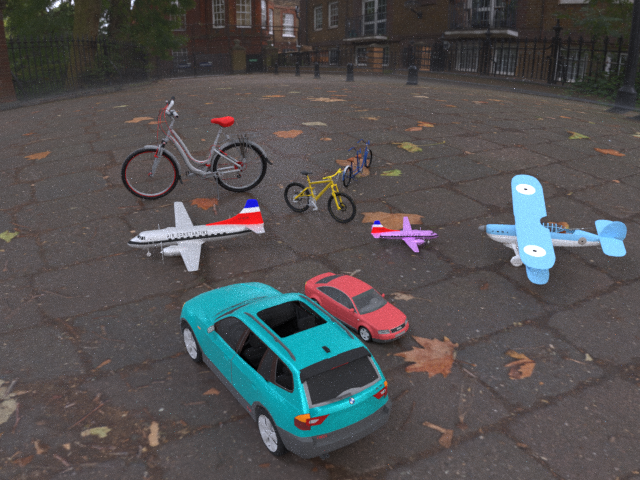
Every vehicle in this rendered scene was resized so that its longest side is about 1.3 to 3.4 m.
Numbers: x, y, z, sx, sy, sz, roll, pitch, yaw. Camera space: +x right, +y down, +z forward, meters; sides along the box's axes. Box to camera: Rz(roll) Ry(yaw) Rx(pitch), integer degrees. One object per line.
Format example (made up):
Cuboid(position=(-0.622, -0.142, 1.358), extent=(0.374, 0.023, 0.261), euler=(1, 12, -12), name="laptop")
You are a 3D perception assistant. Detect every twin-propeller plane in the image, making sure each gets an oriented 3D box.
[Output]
Cuboid(position=(-1.930, -0.185, 10.937), extent=(2.129, 0.792, 2.663), euler=(-6, 26, -13), name="twin-propeller plane")
Cuboid(position=(1.370, -0.131, 11.276), extent=(1.095, 0.407, 1.370), euler=(0, 25, -1), name="twin-propeller plane")

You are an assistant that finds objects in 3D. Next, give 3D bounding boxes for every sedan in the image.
Cuboid(position=(0.463, 0.819, 9.155), extent=(0.635, 0.483, 1.613), euler=(-20, 32, -37), name="sedan")

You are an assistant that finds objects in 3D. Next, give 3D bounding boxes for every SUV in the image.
Cuboid(position=(-0.495, 1.150, 7.686), extent=(1.276, 1.128, 3.058), euler=(-15, 29, -30), name="SUV")

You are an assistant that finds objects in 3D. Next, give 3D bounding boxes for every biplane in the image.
Cuboid(position=(3.439, -0.057, 10.441), extent=(2.120, 0.981, 2.598), euler=(4, 25, 9), name="biplane")

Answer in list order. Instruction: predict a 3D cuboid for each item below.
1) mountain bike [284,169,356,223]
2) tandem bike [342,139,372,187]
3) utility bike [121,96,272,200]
Cuboid(position=(-0.016, -0.794, 12.150), extent=(1.469, 0.868, 0.573), euler=(15, 29, 29), name="mountain bike")
Cuboid(position=(0.763, -1.581, 14.051), extent=(0.283, 0.682, 1.642), euler=(10, 27, 21), name="tandem bike")
Cuboid(position=(-2.232, -1.613, 12.754), extent=(2.791, 1.839, 1.039), euler=(-6, 26, -13), name="utility bike")
